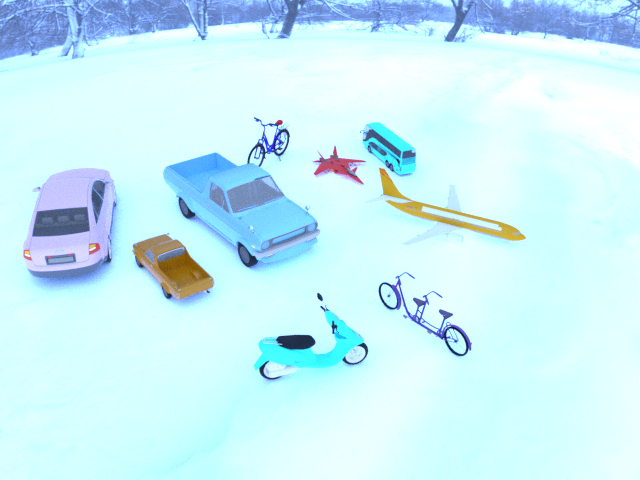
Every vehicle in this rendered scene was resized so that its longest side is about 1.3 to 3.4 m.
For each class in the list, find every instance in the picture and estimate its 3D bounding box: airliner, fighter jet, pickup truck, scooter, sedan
[{"bbox_3d":[2.042,-0.532,11.134,2.541,0.835,2.257,15,34,23],"label":"airliner"},{"bbox_3d":[0.445,-1.369,13.055,1.147,0.286,1.358,-17,35,-26],"label":"fighter jet"},{"bbox_3d":[-1.336,-0.673,11.216,1.244,0.993,3.117,-22,37,-31],"label":"pickup truck"},{"bbox_3d":[-2.127,0.332,10.015,0.640,0.511,1.603,-20,37,-30],"label":"pickup truck"},{"bbox_3d":[-0.090,1.189,8.197,1.399,0.919,0.662,-8,32,-13],"label":"scooter"},{"bbox_3d":[-3.877,-0.486,10.957,1.235,0.940,3.137,-6,32,-10],"label":"sedan"}]

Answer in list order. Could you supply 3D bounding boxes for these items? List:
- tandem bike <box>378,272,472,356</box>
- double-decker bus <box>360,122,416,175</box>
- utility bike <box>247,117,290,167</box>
[{"bbox_3d":[1.309,0.888,8.926,0.283,0.682,1.642,-22,38,-32],"label":"tandem bike"},{"bbox_3d":[1.306,-1.800,13.523,0.389,0.541,1.672,-12,33,-20],"label":"double-decker bus"},{"bbox_3d":[-0.912,-1.888,13.277,0.535,0.946,1.435,17,35,26],"label":"utility bike"}]
